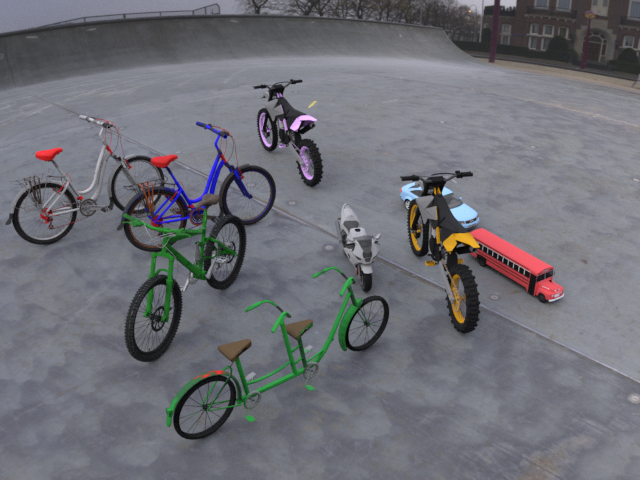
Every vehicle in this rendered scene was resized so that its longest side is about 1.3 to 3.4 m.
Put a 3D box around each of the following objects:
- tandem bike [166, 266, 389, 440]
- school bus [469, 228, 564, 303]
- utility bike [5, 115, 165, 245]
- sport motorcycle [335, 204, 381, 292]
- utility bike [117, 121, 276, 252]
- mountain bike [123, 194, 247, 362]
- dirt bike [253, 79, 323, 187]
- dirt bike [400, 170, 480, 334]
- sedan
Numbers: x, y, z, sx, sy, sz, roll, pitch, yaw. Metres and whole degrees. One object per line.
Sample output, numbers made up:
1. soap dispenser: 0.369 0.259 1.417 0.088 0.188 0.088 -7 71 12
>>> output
1. tandem bike: -0.346 1.184 7.945 3.192 1.326 0.550 -22 36 -34
2. school bus: 2.878 0.363 10.375 0.365 0.434 1.708 -17 33 -28
3. utility bike: -3.888 -1.058 11.511 2.791 1.839 1.039 -23 36 -36
4. sport motorcycle: 0.546 0.105 10.445 0.506 0.821 1.520 -5 29 -10
5. utility bike: -1.986 -0.902 11.225 2.791 1.839 1.039 -17 33 -29
6. mountain bike: -1.695 0.304 9.177 1.114 1.688 2.857 11 31 20
7. dirt bike: -0.670 -2.218 13.813 1.024 1.666 2.903 -14 32 -23
8. dirt bike: 1.681 -0.041 9.831 1.024 1.666 2.903 -4 29 -8
9. sedan: 2.070 -0.642 12.163 0.635 0.483 1.613 -19 34 -31
